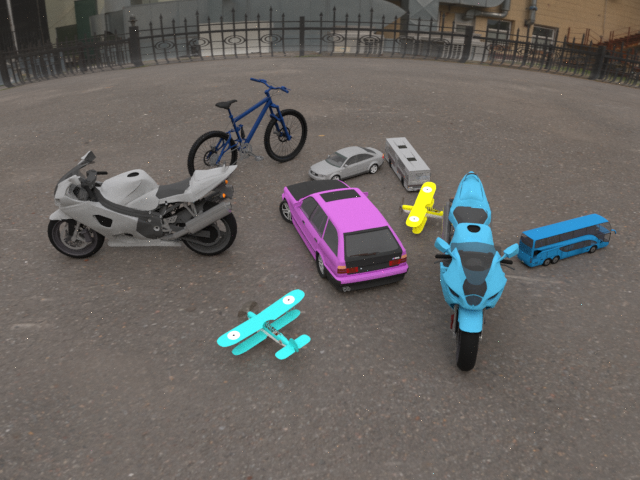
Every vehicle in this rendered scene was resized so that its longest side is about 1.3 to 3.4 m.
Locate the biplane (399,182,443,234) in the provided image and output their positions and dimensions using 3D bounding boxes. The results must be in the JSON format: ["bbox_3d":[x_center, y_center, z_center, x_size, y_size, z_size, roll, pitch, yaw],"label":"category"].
[{"bbox_3d":[1.851,-0.455,11.750,1.090,0.504,1.336,11,31,18],"label":"biplane"}]

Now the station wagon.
[{"bbox_3d":[0.290,-0.335,11.119,1.327,0.920,3.105,-9,31,-16],"label":"station wagon"}]

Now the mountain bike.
[{"bbox_3d":[-1.329,-2.053,13.363,2.857,1.688,1.114,-24,38,-36],"label":"mountain bike"}]

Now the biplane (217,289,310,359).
[{"bbox_3d":[-0.632,1.170,8.894,1.336,0.504,1.090,-23,37,-35],"label":"biplane"}]

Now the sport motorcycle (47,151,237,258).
[{"bbox_3d":[-2.700,-0.454,10.645,2.955,1.596,0.983,-2,30,-3],"label":"sport motorcycle"}]

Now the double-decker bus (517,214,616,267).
[{"bbox_3d":[3.851,-0.007,10.926,1.672,0.541,0.389,-13,32,-22],"label":"double-decker bus"}]

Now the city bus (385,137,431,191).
[{"bbox_3d":[1.674,-1.472,13.583,0.476,0.460,1.674,-5,30,-9],"label":"city bus"}]

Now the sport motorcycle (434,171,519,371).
[{"bbox_3d":[1.969,0.332,9.262,0.983,1.596,2.955,5,30,8],"label":"sport motorcycle"}]

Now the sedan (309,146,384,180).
[{"bbox_3d":[0.516,-1.501,13.610,1.613,0.483,0.635,-19,35,-30],"label":"sedan"}]
